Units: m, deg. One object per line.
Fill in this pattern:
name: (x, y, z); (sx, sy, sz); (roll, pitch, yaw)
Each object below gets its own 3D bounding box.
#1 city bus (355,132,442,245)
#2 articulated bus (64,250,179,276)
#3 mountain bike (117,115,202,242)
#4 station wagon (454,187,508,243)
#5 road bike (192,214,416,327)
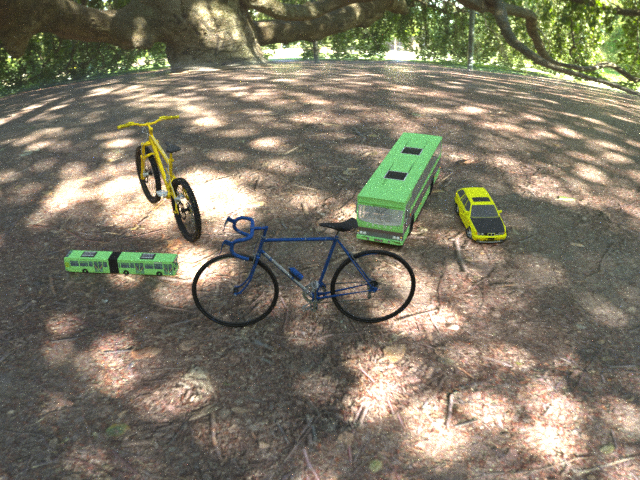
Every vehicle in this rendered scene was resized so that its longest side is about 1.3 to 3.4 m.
city bus: (1.499, -0.981, 12.701); (0.926, 0.894, 3.255); (10, 30, 17)
articulated bus: (-3.067, 0.356, 10.868); (1.749, 0.289, 0.311); (2, 28, 4)
mountain bike: (-2.695, -1.122, 12.128); (1.114, 1.688, 2.857); (-17, 33, -28)
station wagon: (2.795, -0.484, 12.226); (0.682, 0.473, 1.597); (-1, 28, -2)
road bike: (-0.206, 0.442, 9.273); (3.004, 1.656, 0.696); (-1, 28, -3)
